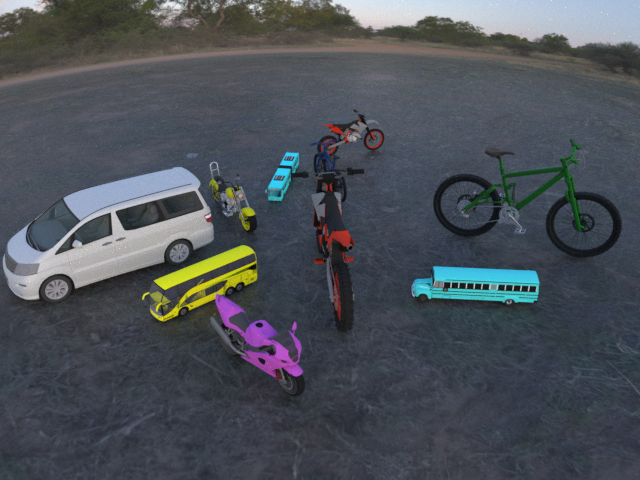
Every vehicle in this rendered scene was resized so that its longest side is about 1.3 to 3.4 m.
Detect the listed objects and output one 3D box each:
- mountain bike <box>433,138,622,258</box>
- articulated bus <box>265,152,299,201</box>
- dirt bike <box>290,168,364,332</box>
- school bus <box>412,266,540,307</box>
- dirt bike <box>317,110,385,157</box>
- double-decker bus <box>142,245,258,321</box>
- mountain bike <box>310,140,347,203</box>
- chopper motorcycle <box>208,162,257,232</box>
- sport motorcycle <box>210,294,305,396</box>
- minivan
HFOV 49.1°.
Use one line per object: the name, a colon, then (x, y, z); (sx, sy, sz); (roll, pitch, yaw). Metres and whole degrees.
mountain bike: (3.168, -0.646, 10.759); (2.857, 1.688, 1.114); (11, 31, 19)
articulated bus: (-0.679, -1.218, 13.205); (0.311, 0.289, 1.749); (4, 30, 8)
dirt bike: (0.148, -0.078, 9.770); (1.024, 1.666, 2.903); (-4, 30, -6)
school bus: (2.148, 0.634, 9.759); (1.708, 0.434, 0.365); (2, 29, 4)
dirt bike: (0.642, -2.170, 14.319); (1.493, 0.857, 0.527); (-10, 31, -18)
double-decker bus: (-1.622, 0.597, 9.716); (1.672, 0.541, 0.389); (-23, 37, -35)
mountain bike: (0.174, -1.284, 12.730); (0.573, 0.868, 1.469); (-11, 31, -19)
chopper motorcycle: (-1.493, -0.739, 11.870); (0.466, 0.761, 1.563); (-17, 34, -28)
sport motorcycle: (-0.727, 1.239, 8.288); (1.520, 0.821, 0.506); (26, 38, 38)
minivan: (-3.129, -0.142, 10.361); (3.011, 1.197, 1.324); (-18, 34, -29)
